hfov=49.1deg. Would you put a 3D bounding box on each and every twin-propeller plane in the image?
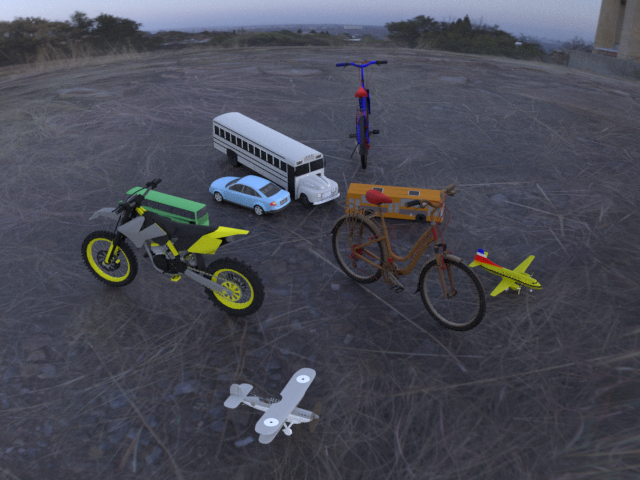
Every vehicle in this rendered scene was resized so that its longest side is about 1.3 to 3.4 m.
[{"bbox_3d":[2.768,0.456,10.327,1.095,0.407,1.370,22,37,33],"label":"twin-propeller plane"}]

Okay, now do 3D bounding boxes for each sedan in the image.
[{"bbox_3d":[-1.280,-0.882,12.532,1.613,0.483,0.635,18,35,28],"label":"sedan"}]

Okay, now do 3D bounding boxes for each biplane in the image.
[{"bbox_3d":[-0.512,1.850,7.854,1.090,0.504,1.336,11,32,18],"label":"biplane"}]

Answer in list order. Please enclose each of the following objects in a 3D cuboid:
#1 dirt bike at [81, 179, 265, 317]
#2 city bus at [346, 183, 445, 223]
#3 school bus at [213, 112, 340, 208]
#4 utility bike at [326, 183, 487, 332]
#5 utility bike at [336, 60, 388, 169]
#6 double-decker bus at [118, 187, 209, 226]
[{"bbox_3d":[-2.113,0.146,9.611,2.903,1.666,1.024,11,32,18],"label":"dirt bike"},{"bbox_3d":[1.307,-0.633,12.130,1.674,0.460,0.476,6,31,9],"label":"city bus"},{"bbox_3d":[-0.889,-1.574,13.355,0.709,0.844,3.322,-22,37,-33],"label":"school bus"},{"bbox_3d":[1.189,0.032,9.635,2.791,1.839,1.039,26,39,37],"label":"utility bike"},{"bbox_3d":[0.806,-2.649,14.204,1.039,1.839,2.791,2,30,4],"label":"utility bike"},{"bbox_3d":[-2.636,-0.486,11.800,1.672,0.541,0.389,15,34,24],"label":"double-decker bus"}]
